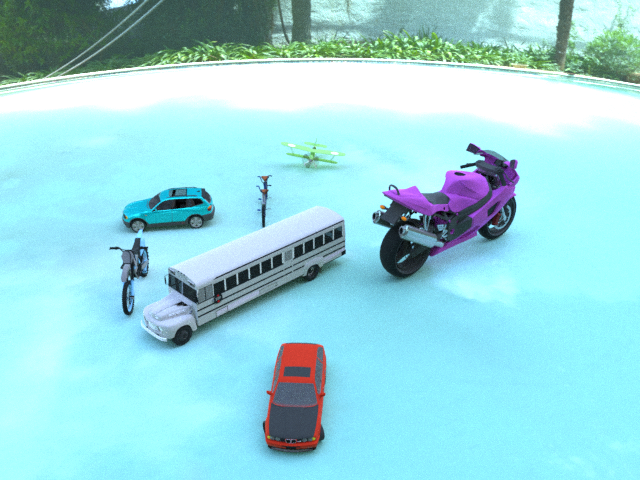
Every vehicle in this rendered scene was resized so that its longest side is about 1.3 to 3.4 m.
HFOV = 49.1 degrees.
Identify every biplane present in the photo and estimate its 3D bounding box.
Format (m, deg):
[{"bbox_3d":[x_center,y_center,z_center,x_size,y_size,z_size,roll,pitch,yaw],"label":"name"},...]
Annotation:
[{"bbox_3d":[-0.119,-1.808,14.497,1.336,0.504,1.090,3,28,5],"label":"biplane"}]

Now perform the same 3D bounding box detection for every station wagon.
[{"bbox_3d":[-0.258,1.698,7.928,0.682,0.473,1.597,1,28,3],"label":"station wagon"}]

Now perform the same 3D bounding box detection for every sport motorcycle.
[{"bbox_3d":[2.058,-0.455,10.785,2.955,1.596,0.983,-19,33,-32],"label":"sport motorcycle"}]

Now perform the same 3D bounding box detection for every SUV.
[{"bbox_3d":[-2.608,-0.555,12.057,1.572,0.580,0.656,-4,28,-8],"label":"SUV"}]

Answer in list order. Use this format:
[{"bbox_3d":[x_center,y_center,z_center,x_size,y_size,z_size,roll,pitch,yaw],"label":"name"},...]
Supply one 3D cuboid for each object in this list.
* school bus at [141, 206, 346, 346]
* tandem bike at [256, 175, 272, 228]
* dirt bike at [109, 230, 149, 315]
[{"bbox_3d":[-1.007,0.428,9.925,3.322,0.844,0.709,-25,37,-38],"label":"school bus"},{"bbox_3d":[-0.984,-0.818,12.444,0.283,0.682,1.642,-1,28,-2],"label":"tandem bike"},{"bbox_3d":[-2.638,0.392,9.977,0.527,0.857,1.493,-1,28,-1],"label":"dirt bike"}]
